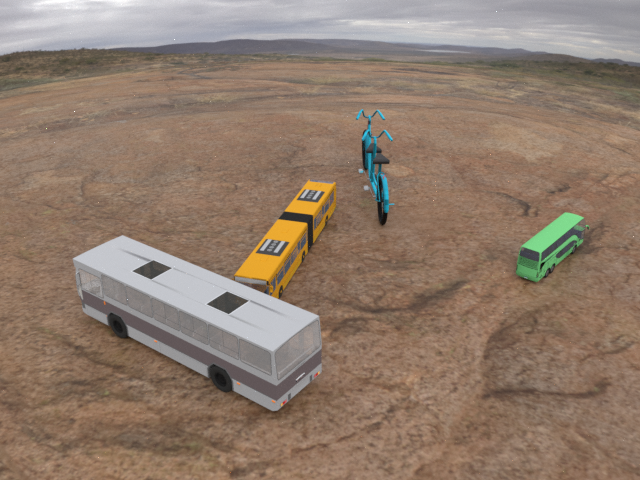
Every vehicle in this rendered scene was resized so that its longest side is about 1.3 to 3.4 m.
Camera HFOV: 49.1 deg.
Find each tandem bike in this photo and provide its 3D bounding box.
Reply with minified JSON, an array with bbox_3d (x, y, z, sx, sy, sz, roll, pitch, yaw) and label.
[{"bbox_3d":[0.941,-1.398,12.179,0.550,1.326,3.192,-1,28,-3],"label":"tandem bike"}]

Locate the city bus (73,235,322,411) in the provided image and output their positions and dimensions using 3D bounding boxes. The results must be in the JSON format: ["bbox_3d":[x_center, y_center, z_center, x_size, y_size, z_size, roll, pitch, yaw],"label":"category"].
[{"bbox_3d":[-1.519,0.911,8.247,3.255,0.894,0.926,19,33,31],"label":"city bus"}]

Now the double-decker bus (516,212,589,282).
[{"bbox_3d":[3.410,0.071,10.226,0.389,0.541,1.672,22,35,35],"label":"double-decker bus"}]

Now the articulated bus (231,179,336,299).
[{"bbox_3d":[-0.426,-0.033,10.402,0.605,0.561,3.401,8,29,14],"label":"articulated bus"}]
